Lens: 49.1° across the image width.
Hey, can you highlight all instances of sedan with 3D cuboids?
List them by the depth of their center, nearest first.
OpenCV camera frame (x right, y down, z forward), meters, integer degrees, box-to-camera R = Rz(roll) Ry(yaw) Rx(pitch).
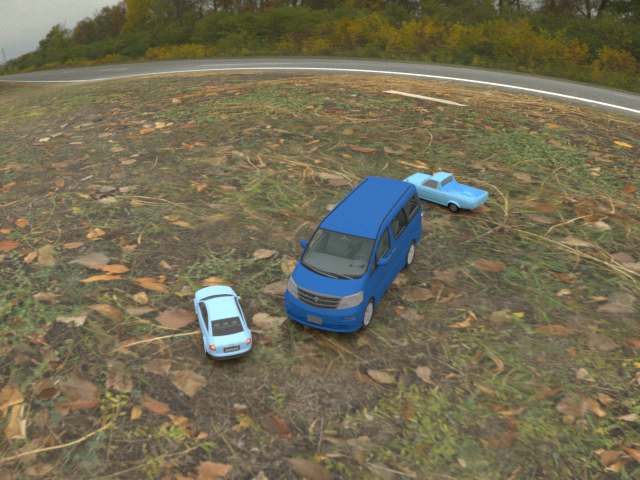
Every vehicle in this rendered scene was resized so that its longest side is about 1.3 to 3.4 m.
[{"bbox_3d":[-1.329,1.015,9.404,0.635,0.483,1.613,-8,29,-15],"label":"sedan"}]

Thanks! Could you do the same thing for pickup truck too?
[{"bbox_3d":[2.302,-0.947,13.024,1.603,0.511,0.640,21,35,34],"label":"pickup truck"}]

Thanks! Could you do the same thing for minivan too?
[{"bbox_3d":[0.564,0.132,10.293,1.324,1.197,3.011,12,31,22],"label":"minivan"}]
